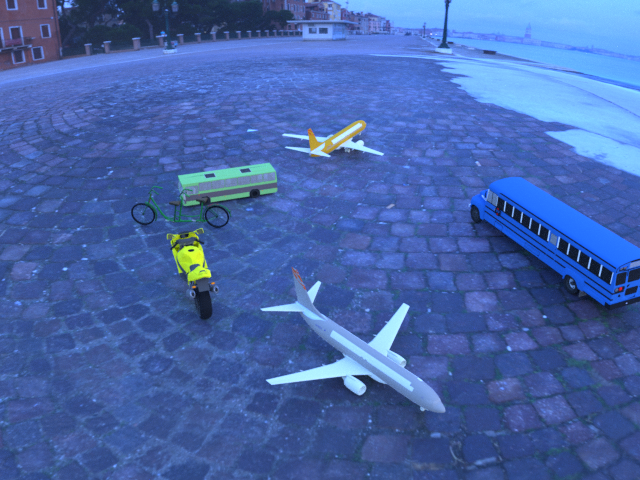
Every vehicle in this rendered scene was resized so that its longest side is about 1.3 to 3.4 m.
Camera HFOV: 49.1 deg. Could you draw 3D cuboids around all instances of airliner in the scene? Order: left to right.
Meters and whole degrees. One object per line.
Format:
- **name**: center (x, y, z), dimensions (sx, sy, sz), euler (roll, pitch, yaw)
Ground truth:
- **airliner**: center (0.367, -2.192, 14.075), dimensions (2.257, 0.835, 2.541), euler (15, 32, 25)
- **airliner**: center (0.467, 1.142, 8.081), dimensions (2.257, 0.835, 2.541), euler (-24, 37, -36)

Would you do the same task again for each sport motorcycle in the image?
- **sport motorcycle**: center (-1.697, 0.417, 9.400), dimensions (0.506, 0.821, 1.520), euler (-11, 31, -18)

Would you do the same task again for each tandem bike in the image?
- **tandem bike**: center (-2.241, -0.518, 11.223), dimensions (1.642, 0.682, 0.283), euler (2, 29, 4)

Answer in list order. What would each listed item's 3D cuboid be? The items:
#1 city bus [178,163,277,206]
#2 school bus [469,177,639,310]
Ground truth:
- **city bus**: center (-1.607, -0.958, 12.243), dimensions (1.674, 0.460, 0.476), euler (-10, 31, -18)
- **school bus**: center (3.373, -0.117, 10.336), dimensions (0.709, 0.844, 3.322), euler (-12, 31, -20)
